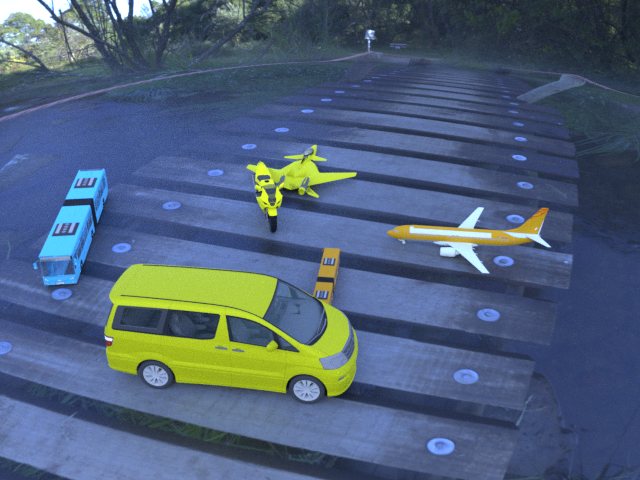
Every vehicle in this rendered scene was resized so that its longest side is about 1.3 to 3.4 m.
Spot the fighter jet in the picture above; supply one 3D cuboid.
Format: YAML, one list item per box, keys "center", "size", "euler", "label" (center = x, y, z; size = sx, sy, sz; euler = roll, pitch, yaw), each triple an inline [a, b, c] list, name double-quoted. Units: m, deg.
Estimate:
- center: [-0.340, -1.614, 14.141]
  size: [2.229, 0.557, 2.640]
  euler: [5, 29, 10]
  label: "fighter jet"

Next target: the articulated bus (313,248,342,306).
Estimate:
- center: [0.089, 0.641, 10.258]
  size: [0.311, 0.289, 1.749]
  euler: [3, 29, 6]
  label: "articulated bus"

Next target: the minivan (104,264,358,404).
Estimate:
- center: [-1.039, 1.070, 8.512]
  size: [3.011, 1.197, 1.324]
  euler: [4, 29, 7]
  label: "minivan"

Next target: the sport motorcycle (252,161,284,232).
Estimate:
- center: [-0.927, -0.766, 12.299]
  size: [0.506, 0.821, 1.520]
  euler: [-6, 29, -11]
  label: "sport motorcycle"

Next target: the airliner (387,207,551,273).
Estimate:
- center: [2.359, -0.226, 11.285]
  size: [2.541, 0.835, 2.257]
  euler: [5, 29, 8]
  label: "airliner"

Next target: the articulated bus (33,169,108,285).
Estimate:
- center: [-4.068, -0.323, 11.752]
  size: [0.605, 0.561, 3.401]
  euler: [-3, 29, -6]
  label: "articulated bus"
